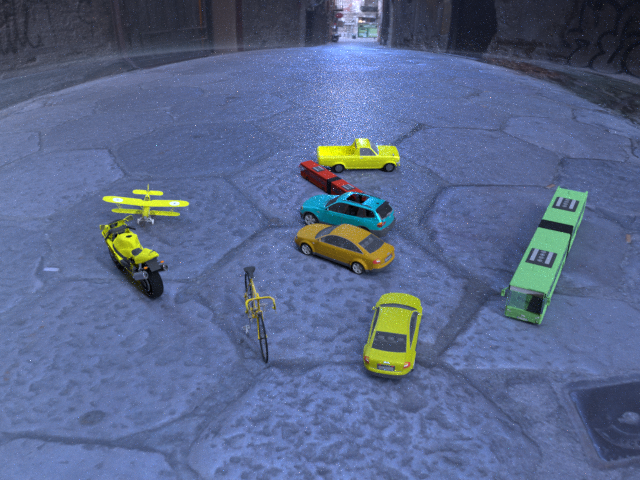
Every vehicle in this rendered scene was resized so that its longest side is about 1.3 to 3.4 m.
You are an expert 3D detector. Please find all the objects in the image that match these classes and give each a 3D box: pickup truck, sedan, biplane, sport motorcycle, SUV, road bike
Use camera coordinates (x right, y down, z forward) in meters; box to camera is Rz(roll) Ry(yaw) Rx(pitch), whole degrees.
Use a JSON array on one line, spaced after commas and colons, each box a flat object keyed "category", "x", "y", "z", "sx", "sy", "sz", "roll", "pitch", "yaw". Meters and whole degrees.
[{"category": "pickup truck", "x": 0.725, "y": -1.633, "z": 13.341, "sx": 1.603, "sy": 0.511, "sz": 0.640, "roll": -1, "pitch": 30, "yaw": -2}, {"category": "sedan", "x": 0.344, "y": 0.040, "z": 10.440, "sx": 1.613, "sy": 0.483, "sz": 0.635, "roll": 19, "pitch": 35, "yaw": 30}, {"category": "biplane", "x": -2.826, "y": -0.581, "z": 11.506, "sx": 1.336, "sy": 0.504, "sz": 1.090, "roll": -5, "pitch": 30, "yaw": -8}, {"category": "sport motorcycle", "x": -2.615, "y": 0.226, "z": 9.775, "sx": 0.506, "sy": 0.821, "sz": 1.520, "roll": -23, "pitch": 37, "yaw": -34}, {"category": "sedan", "x": 0.919, "y": 1.078, "z": 8.624, "sx": 0.635, "sy": 0.483, "sz": 1.613, "roll": 6, "pitch": 30, "yaw": 11}, {"category": "SUV", "x": 0.436, "y": -0.466, "z": 11.228, "sx": 1.572, "sy": 0.580, "sz": 0.656, "roll": 16, "pitch": 33, "yaw": 26}, {"category": "road bike", "x": -0.803, "y": 0.833, "z": 8.683, "sx": 0.358, "sy": 0.852, "sz": 1.545, "roll": -7, "pitch": 31, "yaw": -13}]

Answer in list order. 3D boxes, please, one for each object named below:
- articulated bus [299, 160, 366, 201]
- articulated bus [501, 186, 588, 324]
[{"category": "articulated bus", "x": 0.204, "y": -1.001, "z": 12.458, "sx": 0.311, "sy": 0.289, "sz": 1.749, "roll": -18, "pitch": 35, "yaw": -29}, {"category": "articulated bus", "x": 3.369, "y": 0.105, "z": 10.249, "sx": 0.605, "sy": 0.561, "sz": 3.401, "roll": 14, "pitch": 33, "yaw": 23}]
